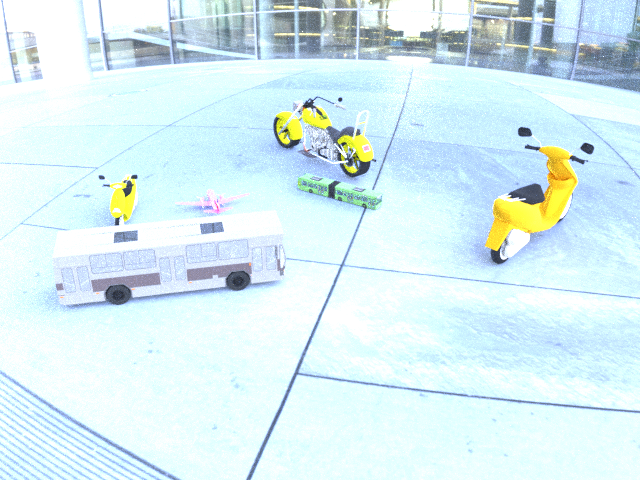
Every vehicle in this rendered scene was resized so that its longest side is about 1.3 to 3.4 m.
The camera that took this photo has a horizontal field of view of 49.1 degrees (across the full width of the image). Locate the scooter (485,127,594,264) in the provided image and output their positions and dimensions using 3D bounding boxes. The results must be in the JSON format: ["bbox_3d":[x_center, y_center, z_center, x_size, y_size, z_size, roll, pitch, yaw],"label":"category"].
[{"bbox_3d":[3.518,-0.761,11.298,1.288,1.786,2.721,24,37,37],"label":"scooter"}]

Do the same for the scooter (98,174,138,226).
[{"bbox_3d":[-3.435,-0.777,12.229,0.662,0.919,1.399,-1,29,-2],"label":"scooter"}]

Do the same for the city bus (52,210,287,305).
[{"bbox_3d":[-2.162,0.277,10.333,3.255,0.894,0.926,-6,29,-11],"label":"city bus"}]

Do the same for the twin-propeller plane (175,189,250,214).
[{"bbox_3d":[-1.928,-0.743,12.698,1.370,0.407,1.095,-9,30,-15],"label":"twin-propeller plane"}]

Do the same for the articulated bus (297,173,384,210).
[{"bbox_3d":[0.364,-0.921,13.148,1.749,0.289,0.311,17,33,28],"label":"articulated bus"}]

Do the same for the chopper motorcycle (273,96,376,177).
[{"bbox_3d":[-0.004,-2.300,14.422,0.906,1.480,3.040,-21,35,-33],"label":"chopper motorcycle"}]
